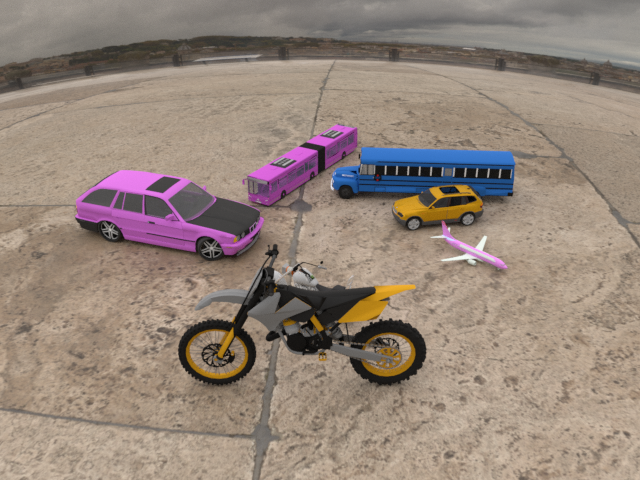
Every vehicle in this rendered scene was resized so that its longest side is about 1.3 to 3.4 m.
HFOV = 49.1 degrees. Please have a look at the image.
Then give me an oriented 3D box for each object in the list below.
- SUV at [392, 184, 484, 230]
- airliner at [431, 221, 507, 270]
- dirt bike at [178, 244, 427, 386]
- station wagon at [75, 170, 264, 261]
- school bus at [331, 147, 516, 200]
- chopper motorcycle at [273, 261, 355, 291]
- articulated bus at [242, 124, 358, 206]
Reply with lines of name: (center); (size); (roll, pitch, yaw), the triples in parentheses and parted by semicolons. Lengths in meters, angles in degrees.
SUV: (2.029, -0.599, 12.080); (1.572, 0.580, 0.656); (-5, 29, -9)
airliner: (2.391, 0.095, 10.963); (1.161, 0.429, 1.307); (-24, 37, -37)
dirt bike: (-0.205, 1.000, 8.009); (2.903, 1.666, 1.024); (0, 29, -1)
station wagon: (-2.472, -0.496, 11.535); (3.105, 0.920, 1.327); (10, 30, 18)
school bus: (1.864, -1.227, 12.956); (3.322, 0.844, 0.709); (2, 29, 4)
chopper motorcycle: (-0.169, 0.622, 9.650); (1.563, 0.761, 0.466); (17, 33, 28)
articulated bus: (-0.271, -1.556, 13.856); (0.605, 0.561, 3.401); (16, 32, 27)
